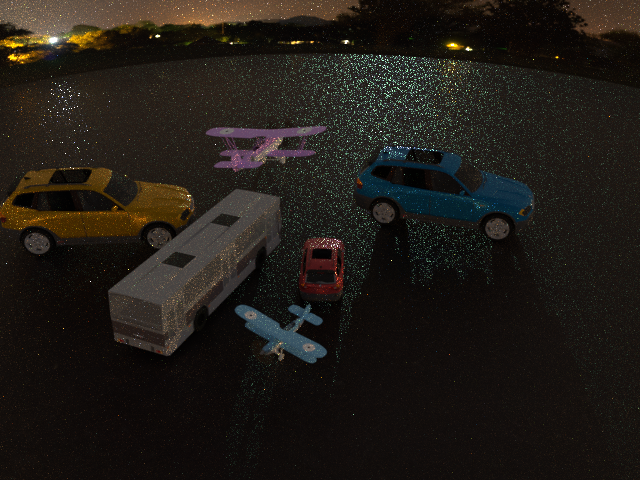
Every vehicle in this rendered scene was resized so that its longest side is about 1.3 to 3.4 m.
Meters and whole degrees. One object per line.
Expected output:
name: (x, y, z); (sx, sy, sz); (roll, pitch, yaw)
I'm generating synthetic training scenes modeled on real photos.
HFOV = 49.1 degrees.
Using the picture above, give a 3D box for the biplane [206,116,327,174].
biplane: (-1.219, -1.759, 13.629); (2.598, 0.981, 2.120); (12, 31, 20)

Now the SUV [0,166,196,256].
SUV: (-3.577, -0.554, 11.336); (3.058, 1.128, 1.276); (-3, 29, -4)

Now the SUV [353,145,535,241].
SUV: (2.102, -0.884, 11.923); (3.058, 1.128, 1.276); (9, 31, 15)

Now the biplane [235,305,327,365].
biplane: (-0.412, 1.182, 8.888); (1.336, 0.504, 1.090); (18, 34, 28)

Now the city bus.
city bus: (-1.611, 0.366, 9.941); (0.926, 0.894, 3.255); (12, 32, 20)

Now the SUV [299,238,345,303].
SUV: (0.039, 0.345, 10.297); (0.656, 0.580, 1.572); (1, 29, 2)
